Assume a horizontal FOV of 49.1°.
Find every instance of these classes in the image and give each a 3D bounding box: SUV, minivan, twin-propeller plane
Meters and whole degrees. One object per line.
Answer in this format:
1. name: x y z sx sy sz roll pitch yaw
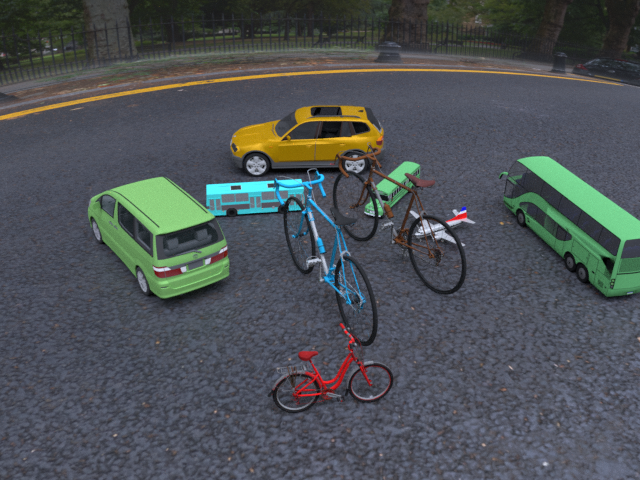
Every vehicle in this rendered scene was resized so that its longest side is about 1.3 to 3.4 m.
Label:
1. SUV: -0.240 -2.004 13.700 3.058 1.128 1.276 -1 29 -2
2. minivan: -2.533 -0.251 10.515 1.324 1.197 3.011 -19 35 -30
3. twin-propeller plane: 1.956 -0.251 11.320 1.095 0.407 1.370 -16 33 -26

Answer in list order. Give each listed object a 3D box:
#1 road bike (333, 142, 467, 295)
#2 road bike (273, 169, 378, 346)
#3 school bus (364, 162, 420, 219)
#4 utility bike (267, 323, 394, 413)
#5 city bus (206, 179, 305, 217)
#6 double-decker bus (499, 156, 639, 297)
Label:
1. road bike: 1.080 -0.379 10.275 0.696 1.656 3.004 -19 34 -30
2. road bike: 0.065 0.132 9.368 0.696 1.656 3.004 -12 32 -21
3. school bus: 1.295 -0.899 12.444 0.365 0.434 1.708 16 33 25
4. utility bike: 0.117 1.445 7.758 1.435 0.946 0.535 -6 30 -10
5. city bus: -1.116 -0.715 12.091 1.674 0.460 0.476 -4 30 -7
6. double-decker bus: 3.866 -0.343 10.827 0.756 1.052 3.251 -7 30 -13
